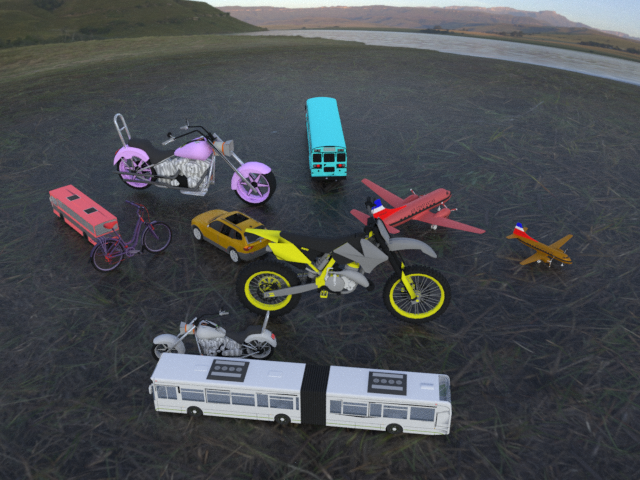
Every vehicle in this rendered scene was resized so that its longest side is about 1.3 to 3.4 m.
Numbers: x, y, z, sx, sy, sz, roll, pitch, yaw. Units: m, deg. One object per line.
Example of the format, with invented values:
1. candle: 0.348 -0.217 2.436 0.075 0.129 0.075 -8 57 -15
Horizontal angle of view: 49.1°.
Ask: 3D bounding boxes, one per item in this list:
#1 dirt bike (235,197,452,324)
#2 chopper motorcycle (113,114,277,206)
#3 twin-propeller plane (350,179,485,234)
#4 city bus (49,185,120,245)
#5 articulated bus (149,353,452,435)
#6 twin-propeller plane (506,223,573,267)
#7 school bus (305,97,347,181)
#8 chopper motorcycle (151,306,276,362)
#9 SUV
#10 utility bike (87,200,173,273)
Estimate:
1. dirt bike: 0.301 0.372 9.245 2.903 1.666 1.024 2 30 4
2. chopper motorcycle: -2.286 -1.438 12.530 3.040 1.480 0.906 7 31 11
3. twin-propeller plane: 1.550 -0.595 11.769 2.129 0.792 2.663 -25 39 -36
4. city bus: -3.967 -0.403 11.768 0.476 0.460 1.674 -25 38 -36
5. articulated bus: -0.237 1.746 7.990 3.401 0.561 0.605 3 30 6
6. twin-propeller plane: 3.490 0.079 10.996 1.370 0.407 1.095 -23 38 -34
7. school bus: 0.087 -2.178 14.427 0.709 0.844 3.322 -1 30 -3
8. chopper motorcycle: -1.327 1.209 8.711 1.563 0.761 0.466 0 30 -1
9. SUV: -1.434 -0.167 11.245 0.656 0.580 1.572 -26 39 -37
10. utility bike: -2.947 -0.087 10.745 1.435 0.946 0.535 -24 38 -34
